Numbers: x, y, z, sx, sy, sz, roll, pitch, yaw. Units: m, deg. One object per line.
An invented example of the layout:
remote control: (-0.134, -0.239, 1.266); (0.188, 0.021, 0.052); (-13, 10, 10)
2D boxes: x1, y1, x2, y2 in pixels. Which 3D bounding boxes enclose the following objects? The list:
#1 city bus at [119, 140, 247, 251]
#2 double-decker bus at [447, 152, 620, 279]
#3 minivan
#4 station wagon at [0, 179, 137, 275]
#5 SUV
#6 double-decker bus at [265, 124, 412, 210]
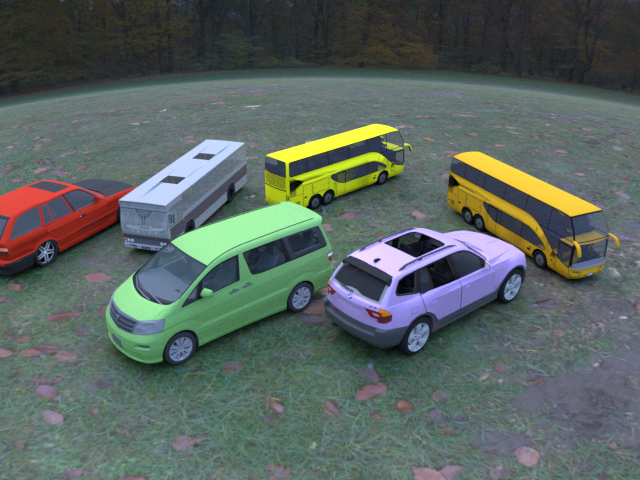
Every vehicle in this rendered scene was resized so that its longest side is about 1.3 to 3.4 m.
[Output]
city bus: (-2.221, -0.815, 12.023); (0.926, 0.894, 3.255); (7, 26, 14)
double-decker bus: (3.195, -0.446, 11.061); (0.756, 1.052, 3.251); (-11, 28, -23)
minivan: (-1.247, 0.469, 8.961); (3.011, 1.197, 1.324); (-20, 32, -36)
station wagon: (-4.233, -0.464, 11.252); (1.327, 0.920, 3.105); (12, 28, 24)
SUV: (1.458, 0.427, 9.130); (3.058, 1.128, 1.276); (-20, 32, -36)
double-decker bus: (0.384, -1.398, 13.068); (3.251, 1.052, 0.756); (-22, 33, -39)
